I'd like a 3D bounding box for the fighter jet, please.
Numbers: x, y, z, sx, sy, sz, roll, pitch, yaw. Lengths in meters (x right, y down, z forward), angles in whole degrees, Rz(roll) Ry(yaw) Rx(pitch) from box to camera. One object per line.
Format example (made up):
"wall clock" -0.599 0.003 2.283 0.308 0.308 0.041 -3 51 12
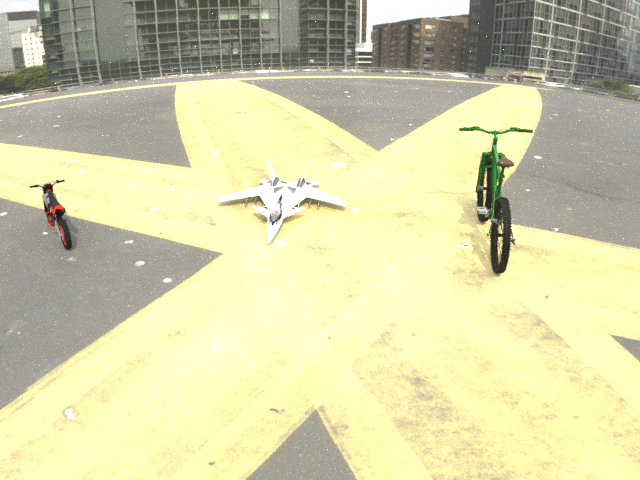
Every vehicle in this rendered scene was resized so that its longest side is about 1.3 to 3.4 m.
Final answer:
"fighter jet" -0.674 -0.686 11.808 2.229 0.557 2.640 2 26 4

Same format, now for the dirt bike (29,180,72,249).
"dirt bike" -4.174 -0.453 10.993 0.527 0.857 1.493 -15 30 -28

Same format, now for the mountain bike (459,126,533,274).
"mountain bike" 2.645 -0.725 10.606 1.114 1.688 2.857 2 26 5
